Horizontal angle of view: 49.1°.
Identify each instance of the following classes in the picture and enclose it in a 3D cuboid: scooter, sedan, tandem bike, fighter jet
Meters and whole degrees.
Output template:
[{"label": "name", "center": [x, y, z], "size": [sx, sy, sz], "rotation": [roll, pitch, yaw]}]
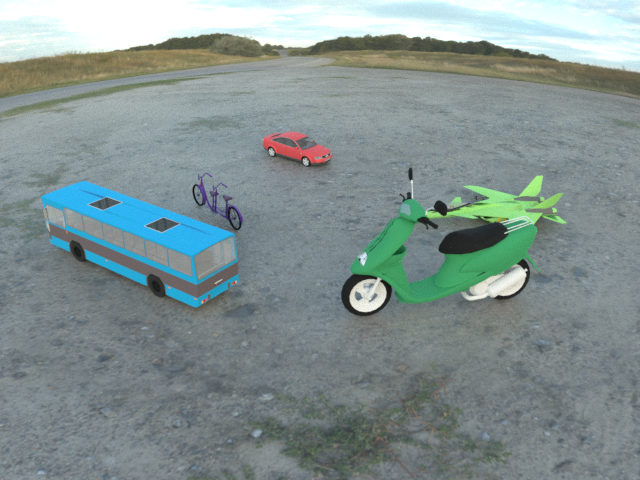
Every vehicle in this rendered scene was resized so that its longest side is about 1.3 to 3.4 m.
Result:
[{"label": "scooter", "center": [1.602, 0.089, 8.992], "size": [2.721, 1.786, 1.288], "rotation": [-5, 27, -11]}, {"label": "sedan", "center": [-0.469, -1.926, 14.426], "size": [1.613, 0.483, 0.635], "rotation": [20, 33, 34]}, {"label": "tandem bike", "center": [-1.750, -0.686, 11.751], "size": [0.283, 0.682, 1.642], "rotation": [-19, 33, -33]}, {"label": "fighter jet", "center": [2.665, -0.604, 11.729], "size": [2.640, 0.557, 2.229], "rotation": [-4, 27, -8]}]

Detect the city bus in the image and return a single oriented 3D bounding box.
[{"label": "city bus", "center": [-2.657, 0.023, 10.113], "size": [3.255, 0.894, 0.926], "rotation": [18, 32, 32]}]
